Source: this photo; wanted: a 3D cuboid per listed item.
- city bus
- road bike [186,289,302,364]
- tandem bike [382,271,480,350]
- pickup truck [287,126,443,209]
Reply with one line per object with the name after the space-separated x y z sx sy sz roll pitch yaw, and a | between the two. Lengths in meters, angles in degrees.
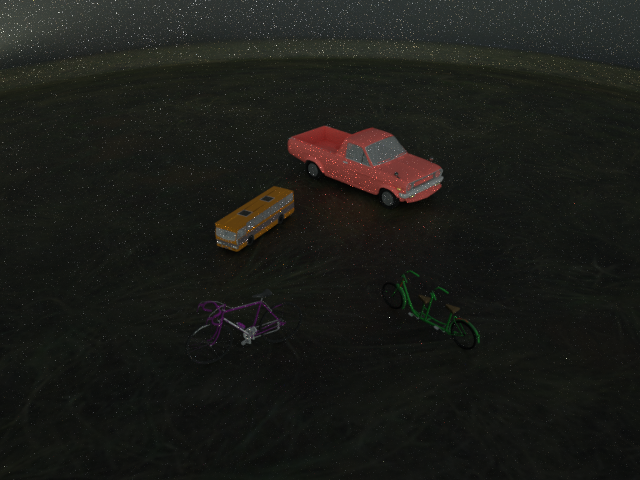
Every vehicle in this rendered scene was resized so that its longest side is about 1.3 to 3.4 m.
-1.050 -0.356 11.594 0.476 0.460 1.674 16 32 27 | city bus
-0.918 1.037 8.620 1.545 0.852 0.358 -14 31 -24 | road bike
1.412 0.864 9.116 0.283 0.682 1.642 -23 36 -36 | tandem bike
0.800 -1.560 13.252 3.117 0.993 1.244 25 37 38 | pickup truck
